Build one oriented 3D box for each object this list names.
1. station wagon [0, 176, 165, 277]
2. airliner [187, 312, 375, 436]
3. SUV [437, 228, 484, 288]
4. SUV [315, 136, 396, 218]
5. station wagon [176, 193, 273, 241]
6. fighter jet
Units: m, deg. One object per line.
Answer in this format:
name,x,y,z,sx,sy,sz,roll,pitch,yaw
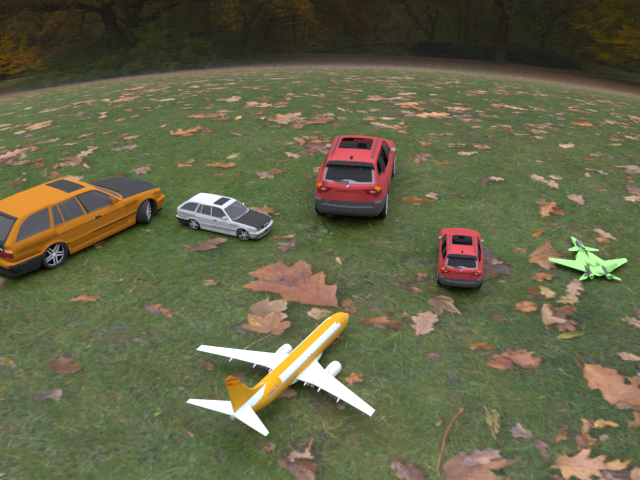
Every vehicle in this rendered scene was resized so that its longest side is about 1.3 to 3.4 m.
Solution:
station wagon,-3.878,-0.462,11.015,1.327,0.920,3.105,17,32,30
airliner,-0.289,1.231,7.785,2.257,0.835,2.541,15,31,27
SUV,2.040,0.164,10.161,0.656,0.580,1.572,4,27,9
SUV,0.683,-1.336,12.504,1.276,1.128,3.058,4,27,8
station wagon,-1.553,-0.415,11.416,1.597,0.473,0.682,12,29,23
fighter jet,3.980,0.178,10.458,1.147,0.286,1.358,0,27,1
